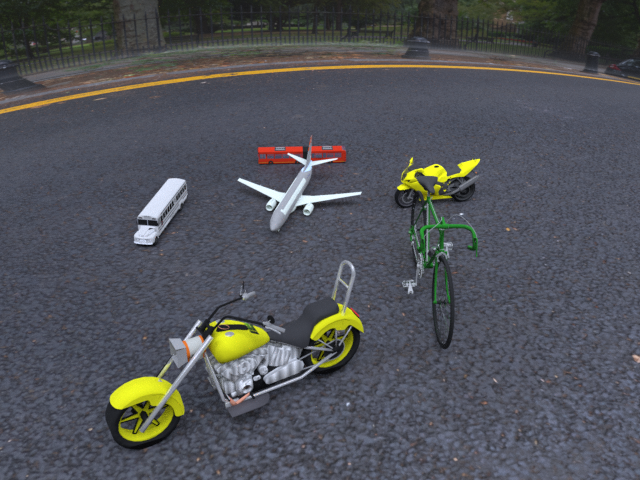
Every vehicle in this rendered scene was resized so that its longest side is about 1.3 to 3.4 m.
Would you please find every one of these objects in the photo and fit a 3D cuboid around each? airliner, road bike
[{"bbox_3d":[-0.448,-0.976,12.073,2.257,0.835,2.541,7,31,12],"label":"airliner"},{"bbox_3d":[1.492,0.099,9.411,0.696,1.656,3.004,-1,30,-2],"label":"road bike"}]

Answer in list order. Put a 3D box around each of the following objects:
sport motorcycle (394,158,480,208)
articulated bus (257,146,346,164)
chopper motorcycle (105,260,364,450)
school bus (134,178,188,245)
[{"bbox_3d":[2.025,-0.995,12.120,1.520,0.821,0.506,-7,31,-12],"label":"sport motorcycle"},{"bbox_3d":[-0.367,-1.682,13.830,1.749,0.289,0.311,-1,30,-2],"label":"articulated bus"},{"bbox_3d":[-0.855,1.221,7.658,3.040,1.480,0.906,-16,34,-25],"label":"chopper motorcycle"},{"bbox_3d":[-2.636,-0.475,11.612,0.365,0.434,1.708,5,31,8],"label":"school bus"}]
